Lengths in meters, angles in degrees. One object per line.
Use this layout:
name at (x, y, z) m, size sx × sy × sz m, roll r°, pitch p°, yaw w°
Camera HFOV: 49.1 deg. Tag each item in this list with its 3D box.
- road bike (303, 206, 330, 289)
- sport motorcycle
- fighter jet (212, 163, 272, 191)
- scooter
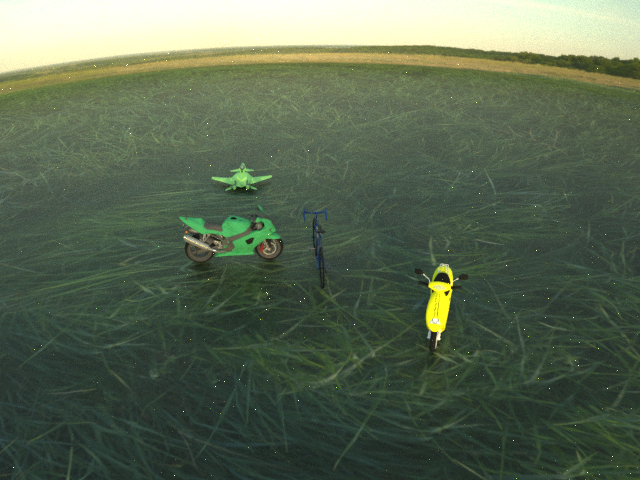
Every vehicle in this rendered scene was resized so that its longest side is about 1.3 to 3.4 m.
road bike at (-0.023, 0.064, 10.263) m, size 0.358 × 0.852 × 1.545 m, roll -3°, pitch 28°, yaw -5°
sport motorcycle at (-1.314, -0.052, 10.517) m, size 1.520 × 0.821 × 0.506 m, roll -2°, pitch 28°, yaw -4°
fighter jet at (-1.506, -1.320, 13.502) m, size 1.147 × 0.286 × 1.358 m, roll -2°, pitch 28°, yaw -4°
scooter at (1.528, 0.719, 8.946) m, size 0.662 × 0.919 × 1.399 m, roll 7°, pitch 28°, yaw 12°
